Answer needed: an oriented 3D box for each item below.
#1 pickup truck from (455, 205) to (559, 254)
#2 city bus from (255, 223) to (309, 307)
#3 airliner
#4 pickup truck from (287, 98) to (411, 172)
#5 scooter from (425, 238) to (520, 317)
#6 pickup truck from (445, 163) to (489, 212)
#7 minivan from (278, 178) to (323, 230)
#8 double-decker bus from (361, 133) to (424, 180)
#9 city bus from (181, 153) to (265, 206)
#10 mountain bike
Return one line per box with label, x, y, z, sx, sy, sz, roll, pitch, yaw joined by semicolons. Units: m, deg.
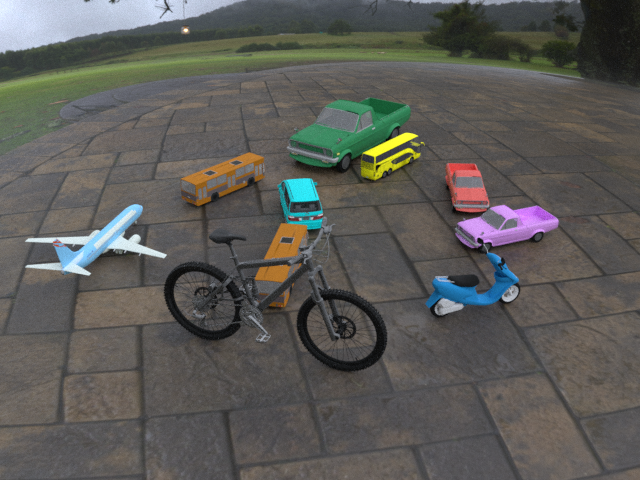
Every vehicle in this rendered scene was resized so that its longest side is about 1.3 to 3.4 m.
pickup truck;2.947;-0.247;11.017;1.603;0.511;0.640;-11;30;-19
city bus;-0.529;0.349;9.973;0.476;0.460;1.674;5;29;9
airliner;-3.280;-0.176;10.548;2.257;0.835;2.541;6;29;11
pickup truck;0.663;-2.332;14.348;1.244;0.993;3.117;19;34;30
scooter;2.048;0.533;9.155;1.399;0.919;0.662;-9;30;-16
pickup truck;2.588;-0.992;12.388;0.640;0.511;1.603;1;29;3
minivan;-0.338;-0.694;11.730;0.681;0.616;1.548;-4;29;-8
double-decker bus;1.407;-1.639;13.547;0.389;0.541;1.672;22;35;34
city bus;-1.722;-1.091;12.624;0.476;0.460;1.674;22;36;35
mountain bike;-0.590;0.638;8.157;2.857;1.688;1.114;10;30;18
